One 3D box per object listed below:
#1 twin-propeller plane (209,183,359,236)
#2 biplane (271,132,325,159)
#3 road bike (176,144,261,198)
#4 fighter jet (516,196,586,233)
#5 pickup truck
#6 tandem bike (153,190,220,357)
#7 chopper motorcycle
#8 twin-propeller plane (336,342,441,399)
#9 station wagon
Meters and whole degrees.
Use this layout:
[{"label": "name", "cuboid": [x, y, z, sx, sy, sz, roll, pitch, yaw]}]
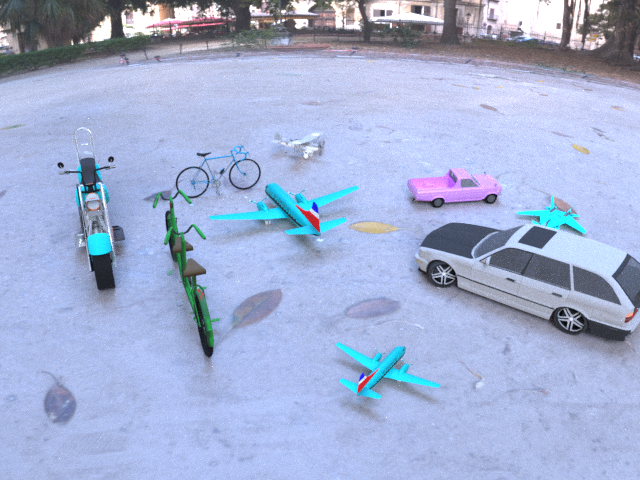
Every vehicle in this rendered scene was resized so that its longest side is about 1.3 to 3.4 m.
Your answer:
[{"label": "twin-propeller plane", "cuboid": [-0.458, -0.596, 11.302, 2.663, 0.792, 2.129, -13, 32, -23]}, {"label": "biplane", "cuboid": [-0.422, -1.923, 13.993, 1.090, 0.504, 1.336, 12, 31, 21]}, {"label": "road bike", "cuboid": [-1.787, -1.204, 12.338, 1.545, 0.852, 0.358, -11, 31, -19]}, {"label": "fighter jet", "cuboid": [3.694, -0.309, 11.307, 1.147, 0.286, 1.358, 20, 35, 32]}, {"label": "pickup truck", "cuboid": [2.355, -0.946, 12.224, 1.603, 0.511, 0.640, -4, 29, -8]}, {"label": "tandem bike", "cuboid": [-1.779, 0.264, 9.201, 0.550, 1.326, 3.192, -10, 30, -17]}, {"label": "chopper motorcycle", "cuboid": [-3.398, -0.537, 10.488, 0.906, 1.480, 3.040, -10, 30, -17]}, {"label": "twin-propeller plane", "cuboid": [0.711, 1.447, 8.015, 1.370, 0.407, 1.095, 18, 34, 30]}, {"label": "station wagon", "cuboid": [2.823, 0.328, 9.503, 3.105, 0.920, 1.327, 20, 35, 31]}]
